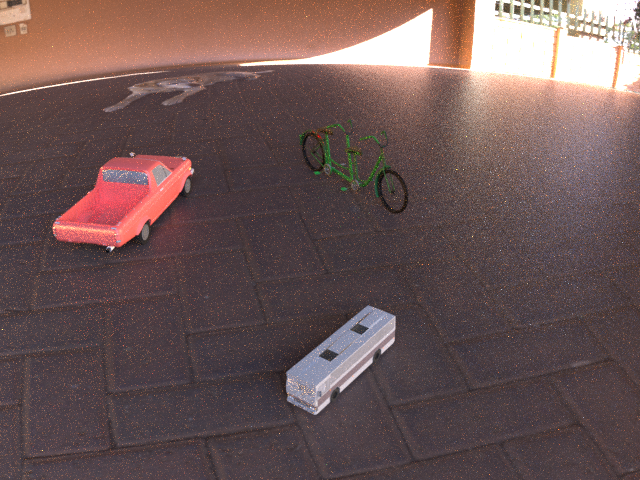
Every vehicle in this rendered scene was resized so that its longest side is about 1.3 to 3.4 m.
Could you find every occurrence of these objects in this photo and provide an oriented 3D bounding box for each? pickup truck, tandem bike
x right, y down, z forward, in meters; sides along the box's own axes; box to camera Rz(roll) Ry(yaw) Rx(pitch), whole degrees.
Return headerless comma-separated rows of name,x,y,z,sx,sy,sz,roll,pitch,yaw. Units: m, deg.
pickup truck,-3.189,-0.790,11.743,1.244,0.993,3.117,6,29,10
tandem bike,0.544,-1.529,12.770,0.550,1.326,3.192,-19,33,-31

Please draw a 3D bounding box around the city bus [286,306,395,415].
city bus,0.280,1.389,8.246,0.476,0.460,1.674,19,34,32
